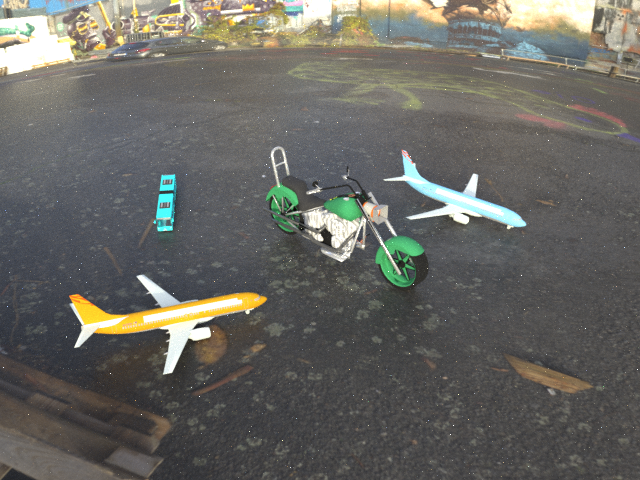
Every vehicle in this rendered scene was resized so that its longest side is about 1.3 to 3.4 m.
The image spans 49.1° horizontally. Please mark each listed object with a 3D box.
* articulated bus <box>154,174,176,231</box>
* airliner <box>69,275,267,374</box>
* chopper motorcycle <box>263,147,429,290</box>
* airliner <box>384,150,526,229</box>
[{"bbox_3d":[-2.688,-0.679,12.287,0.311,0.289,1.749,-4,30,-7],"label":"articulated bus"},{"bbox_3d":[-1.919,0.828,9.143,2.541,0.835,2.257,-11,32,-18],"label":"airliner"},{"bbox_3d":[0.329,-0.359,10.547,3.040,1.480,0.906,24,38,35],"label":"chopper motorcycle"},{"bbox_3d":[2.401,-0.859,12.052,2.541,0.835,2.257,23,37,34],"label":"airliner"}]
